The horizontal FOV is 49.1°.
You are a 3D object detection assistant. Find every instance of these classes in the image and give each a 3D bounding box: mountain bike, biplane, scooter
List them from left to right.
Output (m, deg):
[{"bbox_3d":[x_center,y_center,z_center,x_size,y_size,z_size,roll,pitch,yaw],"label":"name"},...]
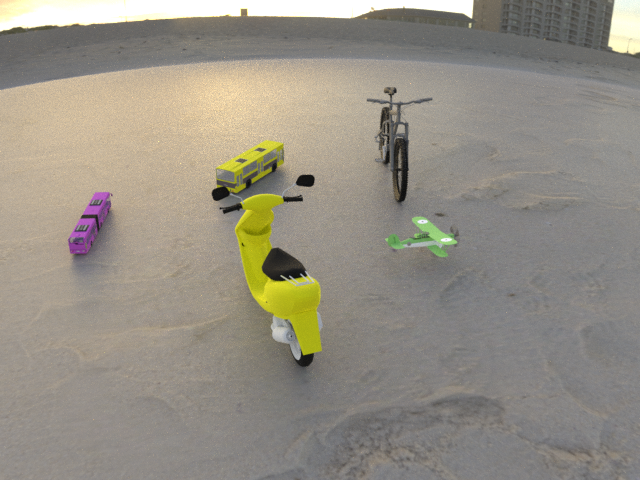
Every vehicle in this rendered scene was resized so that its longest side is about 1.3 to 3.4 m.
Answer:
[{"bbox_3d":[-0.559,0.222,8.518,1.288,1.786,2.721,-10,29,-18],"label":"scooter"},{"bbox_3d":[1.314,-1.874,12.602,1.114,1.688,2.857,-1,28,-2],"label":"mountain bike"},{"bbox_3d":[1.509,0.000,10.314,1.090,0.504,1.336,-7,29,-12],"label":"biplane"}]

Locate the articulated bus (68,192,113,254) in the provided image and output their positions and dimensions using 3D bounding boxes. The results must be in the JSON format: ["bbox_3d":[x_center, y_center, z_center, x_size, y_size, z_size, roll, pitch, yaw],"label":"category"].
[{"bbox_3d":[-3.627,-0.298,11.112,0.311,0.289,1.749,-1,28,-2],"label":"articulated bus"}]

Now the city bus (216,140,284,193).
[{"bbox_3d":[-1.260,-1.355,12.935,0.476,0.460,1.674,14,31,25],"label":"city bus"}]
